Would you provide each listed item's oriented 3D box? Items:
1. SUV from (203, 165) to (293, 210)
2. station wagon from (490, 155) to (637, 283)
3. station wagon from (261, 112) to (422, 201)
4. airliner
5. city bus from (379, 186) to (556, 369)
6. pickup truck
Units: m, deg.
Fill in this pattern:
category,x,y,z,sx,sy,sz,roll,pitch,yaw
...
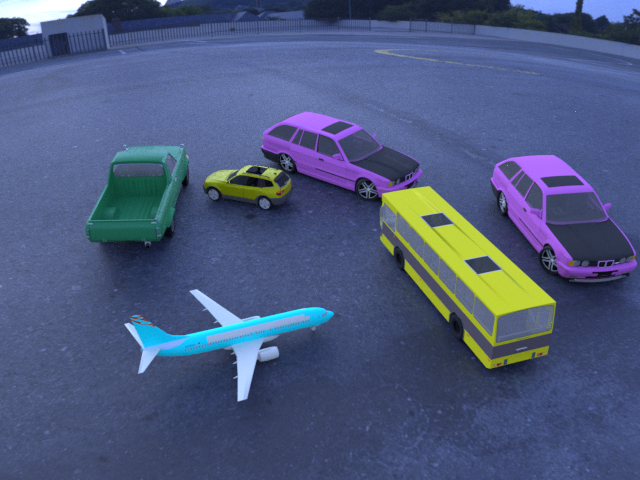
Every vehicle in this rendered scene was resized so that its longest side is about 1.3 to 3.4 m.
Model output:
category,x,y,z,sx,sy,sz,roll,pitch,yaw
SUV,-1.245,-0.978,12.051,1.572,0.580,0.656,11,32,18
station wagon,3.707,-0.477,10.860,1.327,0.920,3.105,-4,31,-7
station wagon,0.370,-1.619,12.807,3.105,0.920,1.327,22,37,33
airliner,-0.998,0.985,8.451,2.541,0.835,2.257,-12,32,-19
city bus,1.812,0.393,9.402,0.926,0.894,3.255,-10,32,-16
pickup truck,-2.920,-0.883,11.482,1.244,0.993,3.117,-1,30,-2
